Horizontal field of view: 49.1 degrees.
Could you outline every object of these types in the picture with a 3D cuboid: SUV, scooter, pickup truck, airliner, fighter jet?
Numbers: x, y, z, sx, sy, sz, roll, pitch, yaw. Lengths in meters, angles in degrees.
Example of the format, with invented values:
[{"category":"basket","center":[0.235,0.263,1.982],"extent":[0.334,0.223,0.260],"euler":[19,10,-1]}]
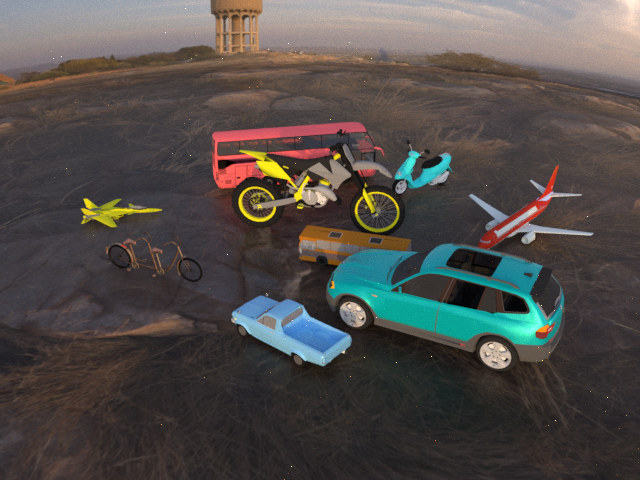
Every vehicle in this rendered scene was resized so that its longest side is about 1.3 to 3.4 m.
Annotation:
[{"category":"SUV","center":[1.584,0.656,9.036],"extent":[3.058,1.128,1.276],"euler":[14,31,24]},{"category":"scooter","center":[1.934,-1.375,13.109],"extent":[1.399,0.919,0.662],"euler":[-16,32,-27]},{"category":"pickup truck","center":[-0.386,1.098,8.861],"extent":[1.603,0.511,0.640],"euler":[21,34,34]},{"category":"airliner","center":[3.322,-0.515,11.570],"extent":[2.257,0.835,2.541],"euler":[23,36,37]},{"category":"fighter jet","center":[-3.452,-0.553,12.229],"extent":[1.358,0.286,1.147],"euler":[-5,28,-9]}]

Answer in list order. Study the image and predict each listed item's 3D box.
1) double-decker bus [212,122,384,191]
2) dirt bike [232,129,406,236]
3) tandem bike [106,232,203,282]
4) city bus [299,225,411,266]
[{"category":"double-decker bus","center":[-0.429,-1.627,13.445],"extent":[3.251,1.052,0.756],"euler":[-6,28,-11]},{"category":"dirt bike","center":[-0.048,-0.875,11.362],"extent":[2.903,1.666,1.024],"euler":[5,28,9]},{"category":"tandem bike","center":[-2.478,0.217,10.347],"extent":[1.642,0.682,0.283],"euler":[10,29,18]},{"category":"city bus","center":[0.530,0.167,10.678],"extent":[1.674,0.460,0.476],"euler":[8,29,15]}]
